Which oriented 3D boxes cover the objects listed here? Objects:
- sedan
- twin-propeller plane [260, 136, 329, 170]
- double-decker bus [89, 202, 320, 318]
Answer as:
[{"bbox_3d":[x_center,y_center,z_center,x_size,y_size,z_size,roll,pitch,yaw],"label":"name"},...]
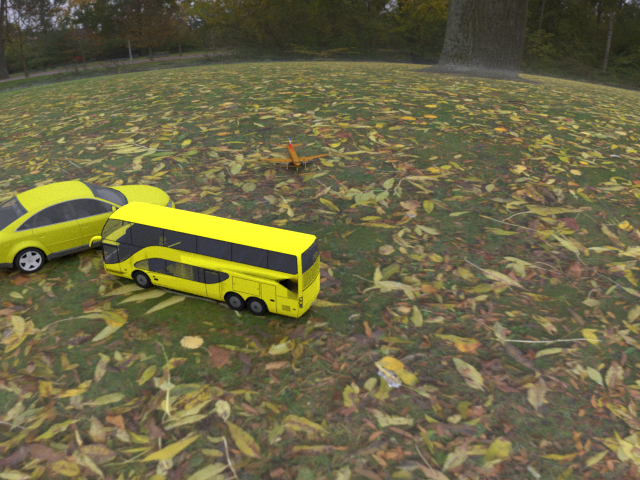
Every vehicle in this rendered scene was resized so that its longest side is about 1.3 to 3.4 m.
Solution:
[{"bbox_3d":[-3.780,-0.388,10.814,3.137,0.940,1.235,-18,33,-30],"label":"sedan"},{"bbox_3d":[-0.522,-1.717,13.913,1.370,0.407,1.095,-5,28,-10],"label":"twin-propeller plane"},{"bbox_3d":[-1.581,0.223,9.533,3.251,1.052,0.756,11,30,20],"label":"double-decker bus"}]
